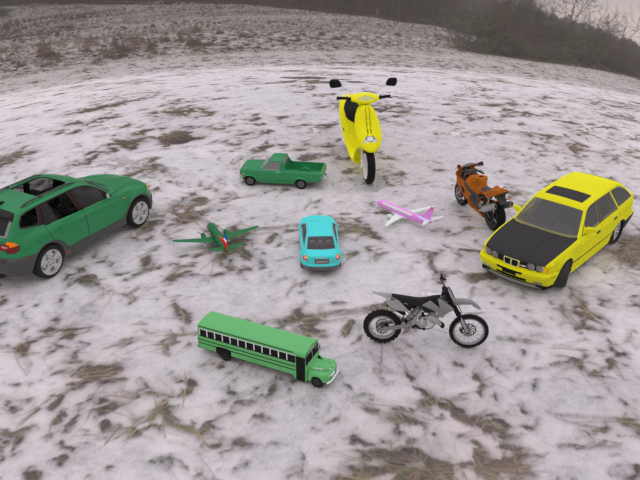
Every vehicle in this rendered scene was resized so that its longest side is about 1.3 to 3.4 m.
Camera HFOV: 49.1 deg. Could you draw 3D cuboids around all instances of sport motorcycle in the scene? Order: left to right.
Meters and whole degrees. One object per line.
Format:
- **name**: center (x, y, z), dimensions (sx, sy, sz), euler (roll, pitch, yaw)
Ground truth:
- **sport motorcycle**: center (2.651, -0.761, 11.600), dimensions (0.506, 0.821, 1.520), euler (-9, 28, -17)

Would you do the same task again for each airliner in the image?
- **airliner**: center (1.396, -0.537, 11.591), dimensions (1.161, 0.429, 1.307), euler (-21, 34, -35)

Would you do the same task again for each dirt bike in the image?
- **dirt bike**: center (1.264, 0.888, 8.310), dimensions (1.493, 0.857, 0.527), euler (3, 27, 6)

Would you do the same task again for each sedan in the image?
- **sedan**: center (-0.012, -0.044, 10.560), dimensions (0.635, 0.483, 1.613), euler (-1, 27, -2)

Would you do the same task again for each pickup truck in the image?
- **pickup truck**: center (-0.690, -1.320, 13.044), dimensions (1.603, 0.511, 0.640), euler (4, 27, 8)

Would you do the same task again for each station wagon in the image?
- **station wagon**: center (3.621, -0.263, 10.509), dimensions (1.327, 0.920, 3.105), euler (22, 35, 37)

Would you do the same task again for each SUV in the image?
- **SUV**: center (-3.897, -0.453, 10.654), dimensions (1.276, 1.128, 3.058), euler (13, 30, 24)

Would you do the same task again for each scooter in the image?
- **scooter**: center (0.764, -2.330, 13.623), dimensions (1.288, 1.786, 2.721), euler (-4, 27, -7)

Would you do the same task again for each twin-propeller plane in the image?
- **twin-propeller plane**: center (-1.564, -0.087, 10.729), dimensions (1.370, 0.407, 1.095), euler (-11, 29, -20)

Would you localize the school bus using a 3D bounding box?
- **school bus**: center (-0.606, 1.247, 8.071), dimensions (1.708, 0.434, 0.365), euler (12, 29, 22)
